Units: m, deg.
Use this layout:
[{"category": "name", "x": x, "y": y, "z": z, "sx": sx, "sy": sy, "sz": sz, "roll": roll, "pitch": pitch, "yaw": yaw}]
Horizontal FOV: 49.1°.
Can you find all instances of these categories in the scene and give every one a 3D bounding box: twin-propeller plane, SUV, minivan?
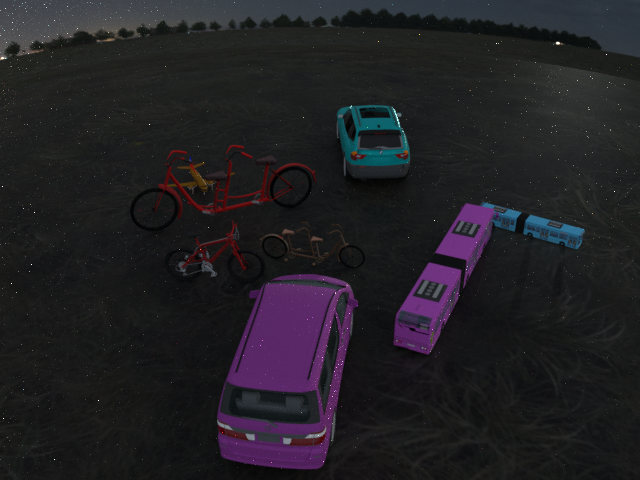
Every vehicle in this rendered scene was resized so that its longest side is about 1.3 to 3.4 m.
[{"category": "twin-propeller plane", "x": -2.259, "y": -1.183, "z": 12.924, "sx": 1.370, "sy": 0.407, "sz": 1.095, "roll": -13, "pitch": 33, "yaw": -20}, {"category": "SUV", "x": 1.017, "y": -2.130, "z": 13.830, "sx": 1.276, "sy": 1.128, "sz": 3.058, "roll": -1, "pitch": 30, "yaw": -3}, {"category": "minivan", "x": -0.285, "y": 1.195, "z": 8.068, "sx": 1.324, "sy": 1.197, "sz": 3.011, "roll": 4, "pitch": 31, "yaw": 7}]

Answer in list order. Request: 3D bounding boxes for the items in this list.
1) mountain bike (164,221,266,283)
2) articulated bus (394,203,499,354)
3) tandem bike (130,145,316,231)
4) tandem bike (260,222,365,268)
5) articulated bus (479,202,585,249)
[{"category": "mountain bike", "x": -1.520, "y": 0.232, "z": 10.044, "sx": 1.469, "sy": 0.868, "sz": 0.573, "roll": 1, "pitch": 30, "yaw": 2}, {"category": "articulated bus", "x": 1.861, "y": 0.426, "z": 10.015, "sx": 0.605, "sy": 0.561, "sz": 3.401, "roll": 13, "pitch": 33, "yaw": 21}, {"category": "tandem bike", "x": -1.556, "y": -0.939, "z": 11.596, "sx": 3.192, "sy": 1.326, "sz": 0.550, "roll": -11, "pitch": 32, "yaw": -18}, {"category": "tandem bike", "x": -0.127, "y": 0.057, "z": 10.528, "sx": 1.642, "sy": 0.682, "sz": 0.283, "roll": 7, "pitch": 31, "yaw": 12}, {"category": "articulated bus", "x": 3.404, "y": -0.244, "z": 11.433, "sx": 1.749, "sy": 0.289, "sz": 0.311, "roll": 19, "pitch": 35, "yaw": 29}]
